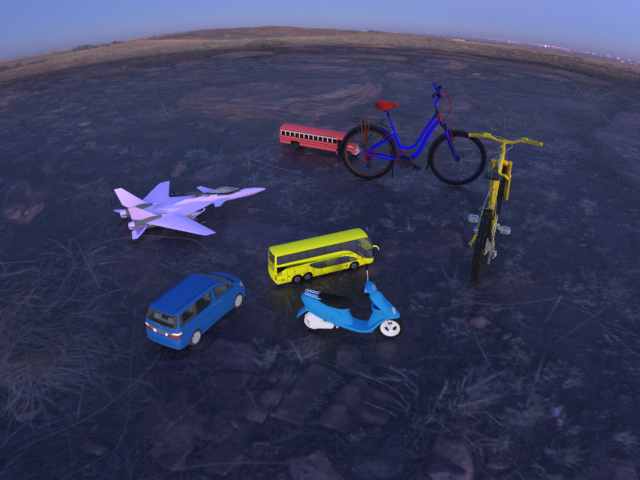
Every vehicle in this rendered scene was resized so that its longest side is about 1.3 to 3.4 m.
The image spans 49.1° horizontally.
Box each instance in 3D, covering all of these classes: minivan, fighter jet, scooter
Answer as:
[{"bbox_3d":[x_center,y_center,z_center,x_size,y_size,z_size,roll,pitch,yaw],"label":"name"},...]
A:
[{"bbox_3d":[-1.622,0.819,9.327,0.681,0.616,1.548,16,34,25],"label":"minivan"},{"bbox_3d":[-2.131,-0.750,12.074,2.640,0.557,2.229,-16,34,-26],"label":"fighter jet"},{"bbox_3d":[0.392,0.834,9.000,1.399,0.919,0.662,5,31,8],"label":"scooter"}]

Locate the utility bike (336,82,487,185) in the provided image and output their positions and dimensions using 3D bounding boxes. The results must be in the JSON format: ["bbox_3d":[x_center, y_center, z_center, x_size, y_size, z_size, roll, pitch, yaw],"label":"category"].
[{"bbox_3d":[1.688,-1.960,12.877,2.791,1.839,1.039,5,31,8],"label":"utility bike"}]

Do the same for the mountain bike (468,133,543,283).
[{"bbox_3d":[2.646,-0.592,10.680,1.114,1.688,2.857,10,32,17],"label":"mountain bike"}]

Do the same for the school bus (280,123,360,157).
[{"bbox_3d":[0.003,-2.071,14.461,1.708,0.434,0.365,12,32,20],"label":"school bus"}]

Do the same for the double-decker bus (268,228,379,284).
[{"bbox_3d":[0.051,0.229,10.412,1.672,0.541,0.389,-12,32,-20],"label":"double-decker bus"}]
